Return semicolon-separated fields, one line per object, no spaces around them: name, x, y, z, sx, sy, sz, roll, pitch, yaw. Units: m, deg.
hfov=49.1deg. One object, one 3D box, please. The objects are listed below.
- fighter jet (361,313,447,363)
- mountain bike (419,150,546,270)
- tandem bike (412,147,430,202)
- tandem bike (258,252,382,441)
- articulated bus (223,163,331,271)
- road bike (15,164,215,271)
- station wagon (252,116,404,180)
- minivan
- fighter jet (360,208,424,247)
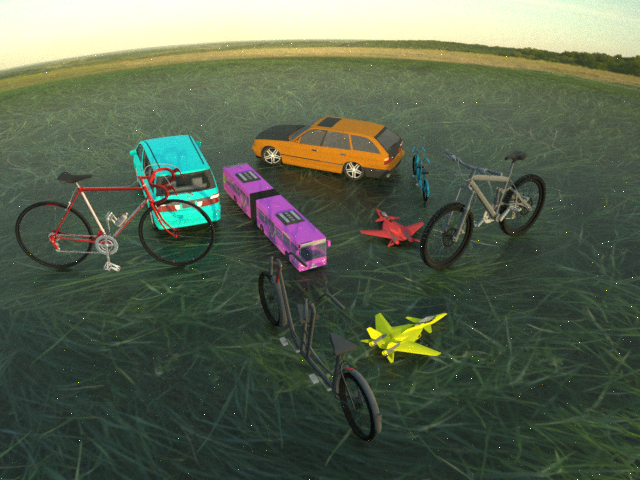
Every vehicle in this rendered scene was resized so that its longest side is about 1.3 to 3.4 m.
fighter jet;1.241;1.152;9.350;1.358;0.286;1.147;-21;36;-33
mountain bike;2.650;-0.578;11.014;2.857;1.688;1.114;-20;35;-31
tandem bike;1.921;-1.314;13.366;0.283;0.682;1.642;-1;29;-2
tandem bike;-0.114;1.086;8.400;0.550;1.326;3.192;-14;32;-24
articulated bus;-0.855;-0.483;11.999;0.605;0.561;3.401;-14;32;-23
road bike;-3.111;-0.302;10.552;3.004;1.656;0.697;-1;29;-2
station wagon;0.127;-2.000;14.352;3.105;0.920;1.327;12;31;20
minivan;-2.674;-1.242;12.708;1.324;1.197;3.011;-10;31;-18
fighter jet;1.203;-0.328;12.004;1.147;0.286;1.358;-8;30;-14
